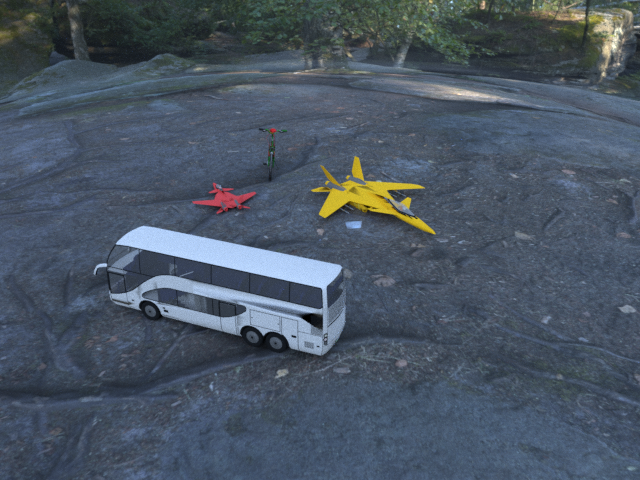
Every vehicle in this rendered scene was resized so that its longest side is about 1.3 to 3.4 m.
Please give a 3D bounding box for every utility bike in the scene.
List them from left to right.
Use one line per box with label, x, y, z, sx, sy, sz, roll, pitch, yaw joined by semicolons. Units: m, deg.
utility bike;-0.891;-1.759;13.515;0.535;0.946;1.435;-1;27;-2

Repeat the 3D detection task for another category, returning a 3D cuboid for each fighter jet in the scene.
fighter jet;-1.730;-0.860;12.459;1.147;0.286;1.358;-11;29;-20
fighter jet;1.055;-0.730;11.898;2.229;0.557;2.640;-18;32;-31

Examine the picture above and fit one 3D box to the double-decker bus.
double-decker bus;-1.268;0.579;8.739;3.251;1.052;0.756;11;29;21
